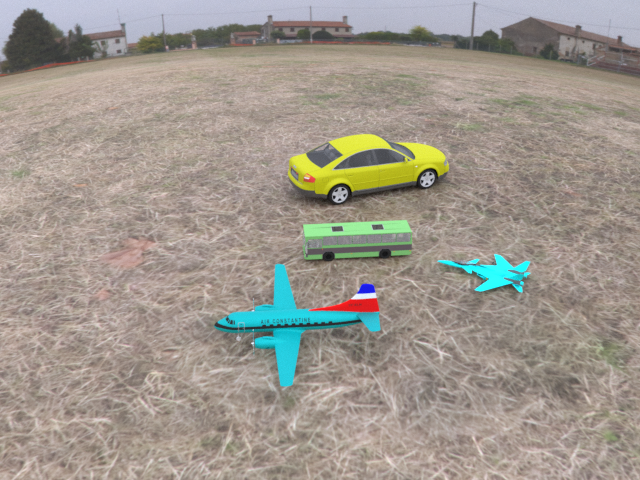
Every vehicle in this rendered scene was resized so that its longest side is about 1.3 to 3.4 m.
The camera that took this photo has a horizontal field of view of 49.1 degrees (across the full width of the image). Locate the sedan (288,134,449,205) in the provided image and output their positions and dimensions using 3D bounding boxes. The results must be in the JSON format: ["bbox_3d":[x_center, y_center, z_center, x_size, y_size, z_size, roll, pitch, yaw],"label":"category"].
[{"bbox_3d":[0.950,-1.454,13.106,3.137,0.940,1.235,-11,31,-19],"label":"sedan"}]

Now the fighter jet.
[{"bbox_3d":[2.406,0.391,10.427,1.358,0.286,1.147,13,32,23],"label":"fighter jet"}]

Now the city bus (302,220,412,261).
[{"bbox_3d":[0.573,0.015,10.930,1.674,0.460,0.476,-3,29,-5],"label":"city bus"}]

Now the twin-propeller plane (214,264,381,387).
[{"bbox_3d":[-0.291,0.930,8.921,2.129,0.792,2.663,-2,29,-4],"label":"twin-propeller plane"}]
